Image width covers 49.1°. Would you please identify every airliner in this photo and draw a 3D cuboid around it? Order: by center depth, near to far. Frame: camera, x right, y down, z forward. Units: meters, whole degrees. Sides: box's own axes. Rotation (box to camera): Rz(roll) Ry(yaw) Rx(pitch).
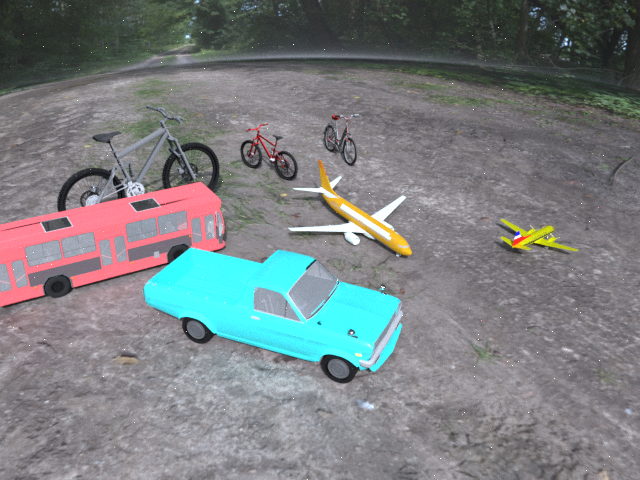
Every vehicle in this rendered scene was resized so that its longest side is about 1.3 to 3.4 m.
[{"bbox_3d":[0.634,-0.502,10.988,2.257,0.835,2.541,-17,32,-29],"label":"airliner"}]

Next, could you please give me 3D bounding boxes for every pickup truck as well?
[{"bbox_3d":[-0.583,0.717,8.509,3.117,0.993,1.244,12,30,21],"label":"pickup truck"}]

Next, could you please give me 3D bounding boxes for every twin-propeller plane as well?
[{"bbox_3d":[3.263,-0.085,10.656,1.095,0.407,1.370,-21,35,-35],"label":"twin-propeller plane"}]

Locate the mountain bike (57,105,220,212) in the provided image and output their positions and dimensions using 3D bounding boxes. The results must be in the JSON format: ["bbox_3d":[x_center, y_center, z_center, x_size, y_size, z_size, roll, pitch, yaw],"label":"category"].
[{"bbox_3d":[-2.862,-1.127,11.259,2.857,1.688,1.114,-21,34,-34],"label":"mountain bike"}]

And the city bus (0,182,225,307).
[{"bbox_3d":[-3.006,0.034,9.908,3.255,0.894,0.926,-15,31,-27],"label":"city bus"}]

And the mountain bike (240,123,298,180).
[{"bbox_3d":[-0.974,-1.650,13.130,1.469,0.868,0.573,22,35,35],"label":"mountain bike"}]

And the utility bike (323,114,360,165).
[{"bbox_3d":[0.439,-2.097,13.895,0.535,0.946,1.435,-13,30,-23],"label":"utility bike"}]
